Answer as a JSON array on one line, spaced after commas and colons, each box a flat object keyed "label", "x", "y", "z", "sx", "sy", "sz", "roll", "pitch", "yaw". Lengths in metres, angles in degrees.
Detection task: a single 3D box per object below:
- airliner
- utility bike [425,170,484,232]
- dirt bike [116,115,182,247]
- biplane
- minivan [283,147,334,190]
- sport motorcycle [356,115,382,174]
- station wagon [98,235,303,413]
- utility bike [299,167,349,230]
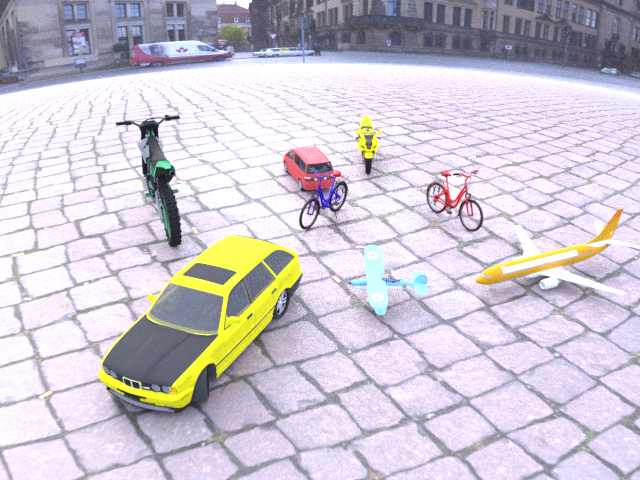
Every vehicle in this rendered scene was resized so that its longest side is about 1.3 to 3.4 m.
[{"label": "airliner", "x": 3.307, "y": 0.130, "z": 9.974, "sx": 2.541, "sy": 0.835, "sz": 2.257, "roll": -11, "pitch": 29, "yaw": -21}, {"label": "utility bike", "x": 2.255, "y": -0.766, "z": 11.597, "sx": 0.535, "sy": 0.946, "sz": 1.435, "roll": -16, "pitch": 31, "yaw": -28}, {"label": "dirt bike", "x": -2.676, "y": -1.106, "z": 11.471, "sx": 1.024, "sy": 1.666, "sz": 2.903, "roll": -10, "pitch": 29, "yaw": -18}, {"label": "biplane", "x": 0.903, "y": 0.599, "z": 9.423, "sx": 1.090, "sy": 0.504, "sz": 1.336, "roll": 0, "pitch": 27, "yaw": 0}, {"label": "minivan", "x": -0.239, "y": -1.432, "z": 13.254, "sx": 0.681, "sy": 0.616, "sz": 1.548, "roll": -9, "pitch": 29, "yaw": -17}, {"label": "sport motorcycle", "x": 0.942, "y": -1.916, "z": 13.972, "sx": 0.506, "sy": 0.821, "sz": 1.520, "roll": 0, "pitch": 27, "yaw": 1}, {"label": "station wagon", "x": -1.351, "y": 0.825, "z": 8.527, "sx": 1.327, "sy": 0.920, "sz": 3.105, "roll": 12, "pitch": 29, "yaw": 22}, {"label": "utility bike", "x": 0.131, "y": -0.755, "z": 11.575, "sx": 0.535, "sy": 0.946, "sz": 1.435, "roll": 18, "pitch": 32, "yaw": 31}]
